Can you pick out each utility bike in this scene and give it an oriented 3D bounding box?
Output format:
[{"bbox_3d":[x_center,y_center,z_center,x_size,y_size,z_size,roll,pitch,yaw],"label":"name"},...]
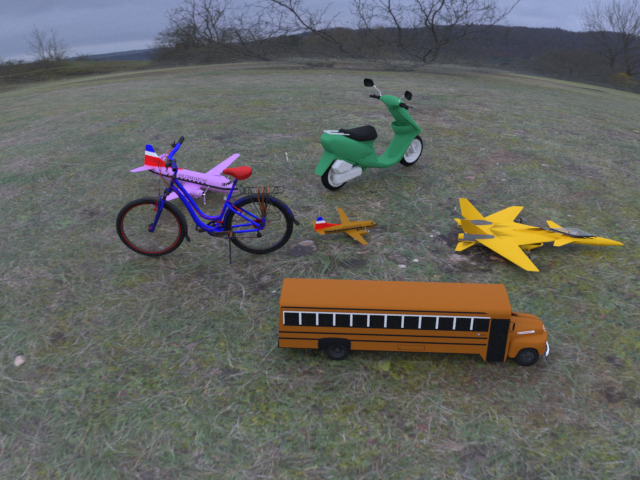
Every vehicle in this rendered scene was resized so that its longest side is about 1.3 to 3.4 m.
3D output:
[{"bbox_3d":[-1.691,-0.503,10.408,2.791,1.839,1.039,-2,28,-3],"label":"utility bike"}]

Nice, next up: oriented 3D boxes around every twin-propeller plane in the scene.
[{"bbox_3d":[-2.403,-1.239,12.890,2.129,0.792,2.663,14,31,24],"label":"twin-propeller plane"},{"bbox_3d":[0.433,-0.254,11.458,1.095,0.407,1.370,-8,29,-15],"label":"twin-propeller plane"}]

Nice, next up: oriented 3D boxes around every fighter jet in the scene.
[{"bbox_3d":[3.493,-0.172,11.147,2.640,0.557,2.229,4,28,8],"label":"fighter jet"}]

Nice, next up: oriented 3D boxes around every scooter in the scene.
[{"bbox_3d":[1.016,-2.009,13.273,2.721,1.786,1.288,-21,34,-33],"label":"scooter"}]

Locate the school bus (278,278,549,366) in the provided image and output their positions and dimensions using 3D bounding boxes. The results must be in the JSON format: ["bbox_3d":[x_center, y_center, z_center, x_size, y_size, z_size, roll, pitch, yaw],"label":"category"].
[{"bbox_3d":[1.155,0.988,8.680,3.322,0.844,0.709,1,28,3],"label":"school bus"}]
